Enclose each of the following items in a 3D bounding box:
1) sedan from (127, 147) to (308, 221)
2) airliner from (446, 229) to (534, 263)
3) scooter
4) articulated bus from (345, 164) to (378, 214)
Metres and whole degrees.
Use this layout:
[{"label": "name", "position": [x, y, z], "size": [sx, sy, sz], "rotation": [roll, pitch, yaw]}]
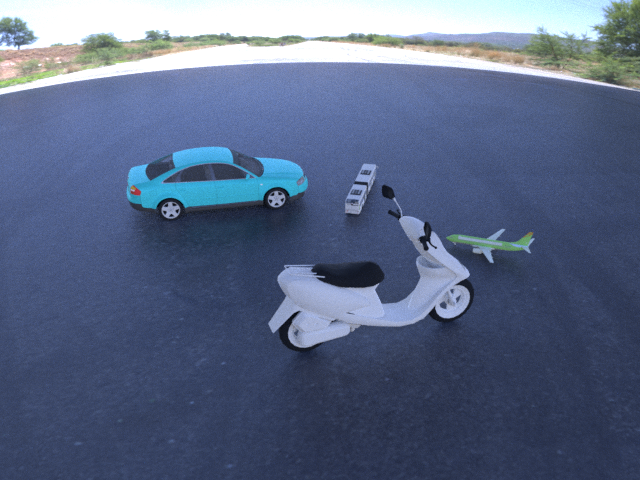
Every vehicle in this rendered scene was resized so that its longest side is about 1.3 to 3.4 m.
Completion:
[{"label": "sedan", "position": [-1.770, -1.092, 12.190], "size": [3.137, 0.940, 1.235], "rotation": [-7, 29, -12]}, {"label": "airliner", "position": [2.592, -0.030, 10.728], "size": [1.307, 0.429, 1.161], "rotation": [10, 30, 19]}, {"label": "scooter", "position": [0.701, 0.419, 8.427], "size": [2.721, 1.786, 1.288], "rotation": [-9, 29, -17]}, {"label": "articulated bus", "position": [0.750, -0.939, 12.598], "size": [0.311, 0.289, 1.749], "rotation": [6, 29, 12]}]
